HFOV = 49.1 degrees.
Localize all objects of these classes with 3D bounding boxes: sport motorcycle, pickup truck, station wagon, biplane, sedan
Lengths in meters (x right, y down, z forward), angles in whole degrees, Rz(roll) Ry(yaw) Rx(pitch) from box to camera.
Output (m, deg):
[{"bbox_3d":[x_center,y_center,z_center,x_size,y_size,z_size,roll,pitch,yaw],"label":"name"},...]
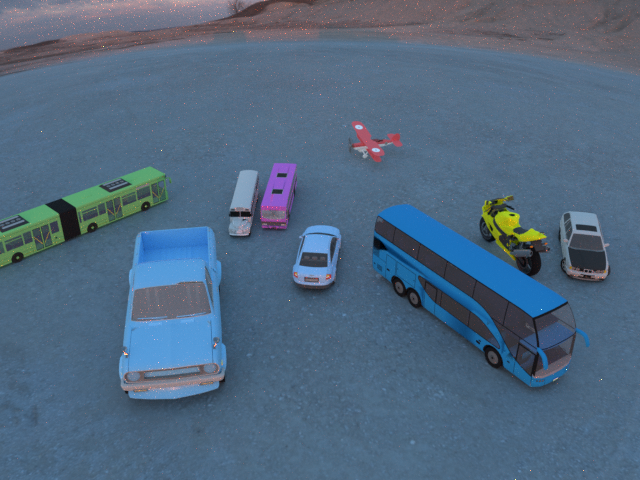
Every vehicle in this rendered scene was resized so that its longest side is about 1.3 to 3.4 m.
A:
[{"bbox_3d":[2.852,-0.094,10.486,0.506,0.821,1.520,-11,32,-18],"label":"sport motorcycle"},{"bbox_3d":[-1.869,0.712,8.960,1.244,0.993,3.117,-5,31,-8],"label":"pickup truck"},{"bbox_3d":[3.995,0.035,10.610,0.682,0.473,1.597,7,31,11],"label":"station wagon"},{"bbox_3d":[1.087,-1.901,13.838,1.090,0.504,1.336,-10,32,-16],"label":"biplane"},{"bbox_3d":[-0.026,0.163,10.384,0.635,0.483,1.613,3,31,6],"label":"sedan"}]

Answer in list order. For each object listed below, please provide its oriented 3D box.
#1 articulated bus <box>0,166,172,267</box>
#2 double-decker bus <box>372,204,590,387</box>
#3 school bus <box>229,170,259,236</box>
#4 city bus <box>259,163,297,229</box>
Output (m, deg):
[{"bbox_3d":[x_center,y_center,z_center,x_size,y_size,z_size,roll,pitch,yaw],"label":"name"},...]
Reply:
[{"bbox_3d":[-3.949,-0.390,11.239,0.605,0.561,3.401,26,39,36],"label":"articulated bus"},{"bbox_3d":[1.888,0.638,9.027,0.756,1.052,3.251,-19,35,-28],"label":"double-decker bus"},{"bbox_3d":[-1.269,-0.625,11.758,0.365,0.434,1.708,0,31,1],"label":"school bus"},{"bbox_3d":[-0.683,-0.760,11.961,0.476,0.460,1.674,2,31,4],"label":"city bus"}]
